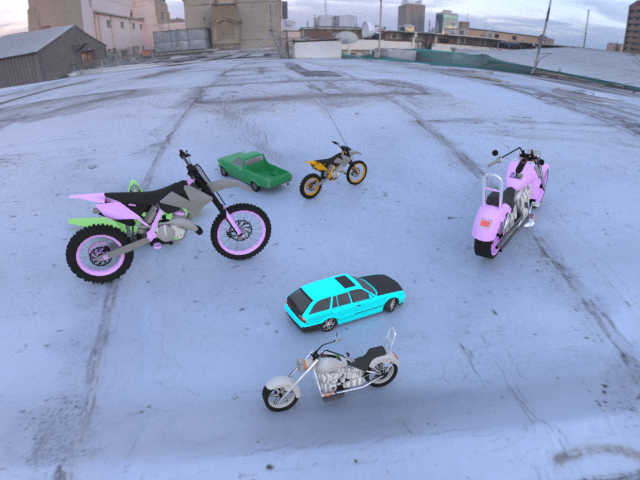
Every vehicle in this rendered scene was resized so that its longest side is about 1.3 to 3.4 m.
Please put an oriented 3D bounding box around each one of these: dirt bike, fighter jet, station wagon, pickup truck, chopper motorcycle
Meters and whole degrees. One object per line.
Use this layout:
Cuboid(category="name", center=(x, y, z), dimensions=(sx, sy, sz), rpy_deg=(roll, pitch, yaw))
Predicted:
Cuboid(category="dirt bike", center=(0.254, -1.265, 12.508), dimensions=(1.493, 0.857, 0.527), rpy_deg=(-19, 33, -31))
Cuboid(category="fighter jet", center=(-3.064, -0.674, 11.716), dimensions=(2.229, 0.557, 2.640), rpy_deg=(-8, 29, -15))
Cuboid(category="station wagon", center=(0.354, 0.733, 9.155), dimensions=(1.597, 0.473, 0.682), rpy_deg=(-14, 31, -24))
Cuboid(category="pickup truck", center=(-1.235, -1.334, 13.007), dimensions=(0.640, 0.511, 1.603), rpy_deg=(-24, 36, -37))
Cuboid(category="chopper motorcycle", center=(3.090, -0.802, 10.971), dimensions=(0.906, 1.480, 3.040), rpy_deg=(16, 32, 27))
Cuboid(category="chopper motorcycle", center=(0.136, 1.400, 7.593), dimensions=(1.563, 0.761, 0.466), rpy_deg=(-9, 29, -16))
Cuboid(category="dirt bike", center=(-2.103, -0.297, 9.822), dimensions=(2.903, 1.666, 1.024), rpy_deg=(-9, 29, -16))
